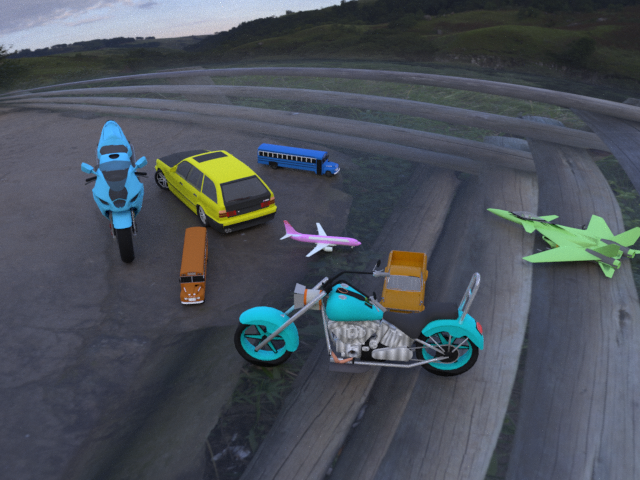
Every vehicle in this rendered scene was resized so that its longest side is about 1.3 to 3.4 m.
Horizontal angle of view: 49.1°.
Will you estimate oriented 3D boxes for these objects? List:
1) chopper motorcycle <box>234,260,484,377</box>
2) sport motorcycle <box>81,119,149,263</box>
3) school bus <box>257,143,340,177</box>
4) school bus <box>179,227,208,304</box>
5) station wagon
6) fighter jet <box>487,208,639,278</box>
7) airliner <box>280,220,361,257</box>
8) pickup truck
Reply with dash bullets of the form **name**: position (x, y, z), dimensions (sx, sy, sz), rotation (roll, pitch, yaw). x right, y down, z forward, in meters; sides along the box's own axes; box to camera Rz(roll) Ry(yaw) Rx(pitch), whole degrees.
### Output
- **chopper motorcycle**: position (0.453, 0.962, 8.459), dimensions (3.040, 1.480, 0.906), rotation (3, 29, 6)
- **sport motorcycle**: position (-3.357, -0.873, 11.686), dimensions (0.983, 1.596, 2.955), rotation (-8, 30, -14)
- **school bus**: position (-0.436, -1.637, 14.288), dimensions (1.708, 0.434, 0.365), rotation (10, 30, 18)
- **school bus**: position (-1.904, 0.376, 10.616), dimensions (0.365, 0.434, 1.708), rotation (-3, 29, -6)
- **station wagon**: position (-2.013, -1.133, 12.863), dimensions (1.327, 0.920, 3.105), rotation (-18, 33, -29)
- **fighter jet**: position (3.893, -0.240, 11.613), dimensions (2.229, 0.557, 2.640), rotation (-24, 37, -37)
- **airliner**: position (0.027, -0.089, 11.469), dimensions (1.307, 0.429, 1.161), rotation (4, 29, 7)
- **pickup truck**: position (1.226, 0.605, 10.118), dimensions (0.640, 0.511, 1.603), rotation (5, 29, 9)
